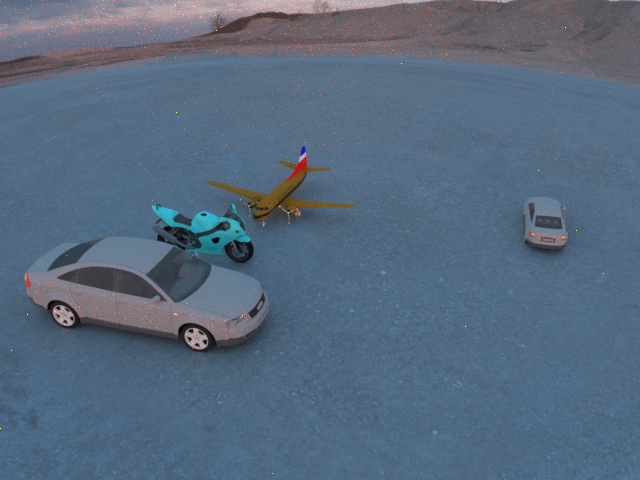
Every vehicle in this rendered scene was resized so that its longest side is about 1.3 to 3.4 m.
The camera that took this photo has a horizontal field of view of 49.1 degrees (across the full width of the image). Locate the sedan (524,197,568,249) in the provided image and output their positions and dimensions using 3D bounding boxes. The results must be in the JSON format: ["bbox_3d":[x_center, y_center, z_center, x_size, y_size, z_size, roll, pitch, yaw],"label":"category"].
[{"bbox_3d":[3.547,-0.356,11.023,0.635,0.483,1.613,6,29,11],"label":"sedan"}]

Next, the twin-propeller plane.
[{"bbox_3d":[-0.623,-0.902,11.717,2.663,0.792,2.129,11,30,19],"label":"twin-propeller plane"}]

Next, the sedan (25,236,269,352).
[{"bbox_3d":[-2.184,0.554,8.836,3.137,0.940,1.235,8,29,14],"label":"sedan"}]

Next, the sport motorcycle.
[{"bbox_3d":[-1.701,-0.099,10.184,1.520,0.821,0.506,6,29,11],"label":"sport motorcycle"}]
